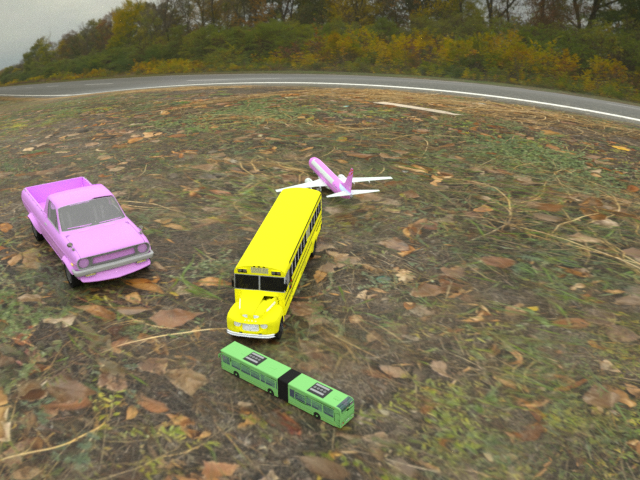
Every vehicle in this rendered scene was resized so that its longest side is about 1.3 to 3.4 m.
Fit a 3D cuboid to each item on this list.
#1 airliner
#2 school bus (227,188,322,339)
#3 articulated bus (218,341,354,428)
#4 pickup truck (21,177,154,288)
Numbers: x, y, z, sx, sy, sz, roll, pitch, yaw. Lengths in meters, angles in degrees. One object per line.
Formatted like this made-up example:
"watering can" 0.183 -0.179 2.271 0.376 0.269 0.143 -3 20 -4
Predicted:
"airliner" 0.194 -1.316 13.098 2.257 0.835 2.541 -8 27 -16
"school bus" -0.570 0.235 9.826 0.709 0.844 3.322 4 26 9
"articulated bus" -0.402 1.560 7.688 1.749 0.289 0.311 19 31 34
"pickup truck" -3.681 -0.320 10.821 1.244 0.993 3.117 -16 30 -30
